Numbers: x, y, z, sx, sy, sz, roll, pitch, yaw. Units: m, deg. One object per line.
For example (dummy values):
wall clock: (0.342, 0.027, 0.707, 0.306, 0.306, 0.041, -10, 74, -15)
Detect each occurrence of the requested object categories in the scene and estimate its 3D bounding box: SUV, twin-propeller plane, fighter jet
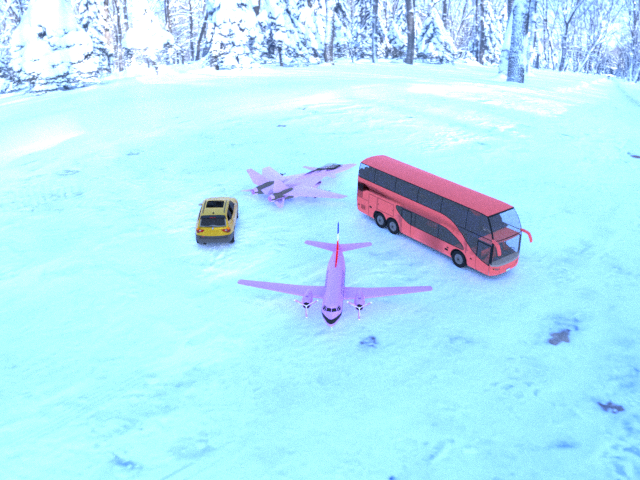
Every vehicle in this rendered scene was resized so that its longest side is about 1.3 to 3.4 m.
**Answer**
SUV: (-1.725, -0.425, 11.771, 0.656, 0.580, 1.572, -1, 26, -2)
twin-propeller plane: (0.209, 0.478, 9.695, 2.663, 0.792, 2.129, 2, 26, 4)
fighter jet: (-0.178, -1.318, 13.614, 2.640, 0.557, 2.229, -23, 35, -39)

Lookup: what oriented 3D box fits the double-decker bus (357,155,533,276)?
double-decker bus: (1.851, -0.439, 11.267, 0.756, 1.052, 3.251, -19, 32, -33)
